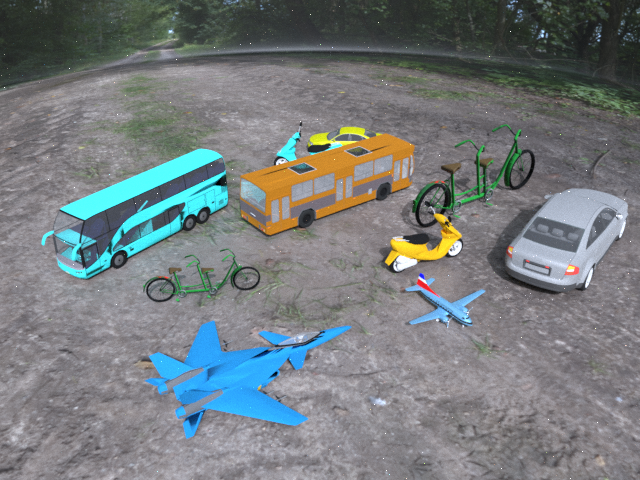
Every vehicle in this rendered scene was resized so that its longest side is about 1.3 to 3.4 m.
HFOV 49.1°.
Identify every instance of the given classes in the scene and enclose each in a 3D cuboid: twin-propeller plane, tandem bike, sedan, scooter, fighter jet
[{"bbox_3d":[1.681,0.829,9.509,1.370,0.407,1.095,-19,35,-30],"label":"twin-propeller plane"},{"bbox_3d":[-1.652,0.503,9.807,1.642,0.682,0.283,-7,30,-12],"label":"tandem bike"},{"bbox_3d":[3.895,-0.207,10.802,1.235,0.940,3.137,19,35,30],"label":"sedan"},{"bbox_3d":[0.547,-2.080,14.582,1.613,0.483,0.635,3,30,6],"label":"sedan"},{"bbox_3d":[-0.204,-1.741,13.538,1.399,0.919,0.662,0,29,0],"label":"scooter"},{"bbox_3d":[2.751,-1.160,12.097,3.192,1.326,0.550,-21,36,-33],"label":"tandem bike"},{"bbox_3d":[1.604,-0.020,10.493,1.399,0.919,0.662,-14,32,-24],"label":"scooter"},{"bbox_3d":[-0.668,1.355,8.425,2.640,0.557,2.229,-19,35,-30],"label":"fighter jet"}]

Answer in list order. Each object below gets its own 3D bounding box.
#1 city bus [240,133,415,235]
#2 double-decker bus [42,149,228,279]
[{"bbox_3d":[0.198,-0.992,12.238,3.255,0.894,0.926,-20,35,-32],"label":"city bus"},{"bbox_3d":[-2.789,-0.462,11.140,0.756,1.052,3.251,20,35,31],"label":"double-decker bus"}]
